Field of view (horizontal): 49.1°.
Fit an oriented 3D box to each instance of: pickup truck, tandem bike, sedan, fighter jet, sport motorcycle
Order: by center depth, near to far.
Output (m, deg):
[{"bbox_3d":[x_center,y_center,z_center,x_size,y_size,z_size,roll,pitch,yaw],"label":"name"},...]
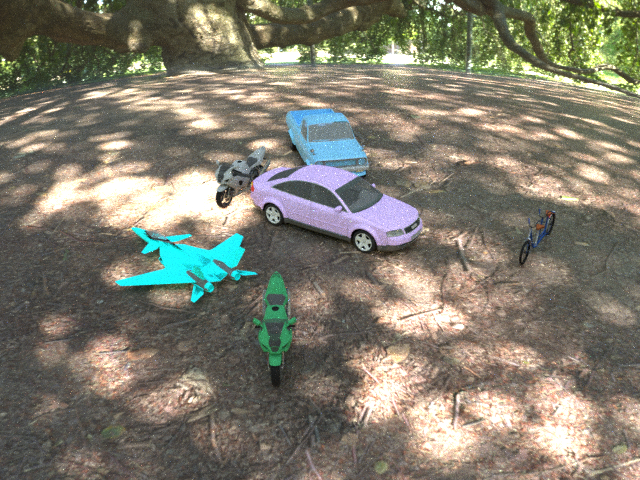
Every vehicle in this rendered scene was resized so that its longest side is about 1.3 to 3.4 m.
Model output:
[{"bbox_3d":[-0.541,1.082,8.641,0.506,0.821,1.520,-1,28,-2],"label":"sport motorcycle"},{"bbox_3d":[-2.251,0.084,10.837,2.229,0.557,2.640,-24,36,-38],"label":"fighter jet"},{"bbox_3d":[3.509,-0.165,11.180,0.283,0.682,1.642,18,32,30],"label":"tandem bike"},{"bbox_3d":[0.243,-0.657,11.843,3.137,0.940,1.235,17,32,30],"label":"sedan"},{"bbox_3d":[-1.453,-1.179,12.970,0.506,0.821,1.520,15,31,27],"label":"sport motorcycle"},{"bbox_3d":[0.088,-2.144,14.632,1.244,0.993,3.117,-6,28,-11],"label":"pickup truck"}]
